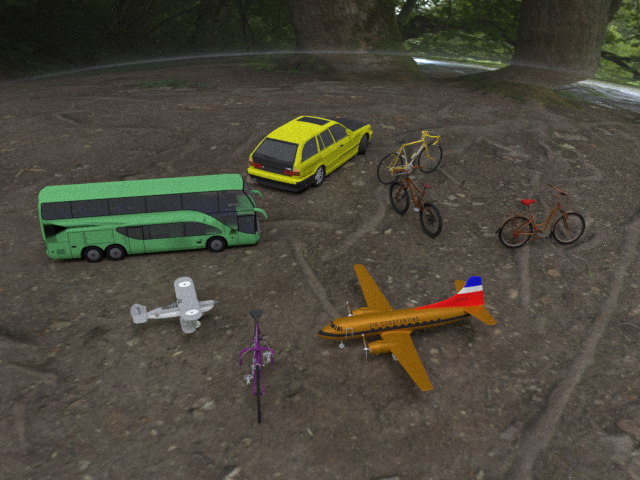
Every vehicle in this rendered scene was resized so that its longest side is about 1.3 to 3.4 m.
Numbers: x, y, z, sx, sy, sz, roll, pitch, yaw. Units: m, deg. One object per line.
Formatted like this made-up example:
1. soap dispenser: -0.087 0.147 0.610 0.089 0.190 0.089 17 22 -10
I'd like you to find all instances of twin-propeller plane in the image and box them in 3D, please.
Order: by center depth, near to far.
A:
1. twin-propeller plane: 1.007 0.883 8.470 2.129 0.792 2.663 -6 29 -12

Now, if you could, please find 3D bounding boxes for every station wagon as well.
1. station wagon: -0.091 -1.871 13.394 1.327 0.920 3.105 15 32 26

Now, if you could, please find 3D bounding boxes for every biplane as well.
1. biplane: -1.817 0.867 8.801 1.090 0.504 1.336 -8 30 -14

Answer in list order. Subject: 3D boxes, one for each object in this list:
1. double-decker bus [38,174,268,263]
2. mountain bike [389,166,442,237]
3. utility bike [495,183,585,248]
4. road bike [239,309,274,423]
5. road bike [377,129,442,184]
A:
1. double-decker bus: -2.438 -0.352 10.466 3.251 1.052 0.756 -5 29 -9
2. mountain bike: 1.523 -0.647 11.201 0.573 0.868 1.469 -13 31 -23
3. utility bike: 3.341 -0.354 10.581 1.435 0.946 0.535 -4 29 -7
4. road bike: -0.685 1.275 7.689 0.358 0.852 1.545 -2 29 -4
5. road bike: 1.668 -1.522 12.825 1.545 0.852 0.358 -17 33 -29
